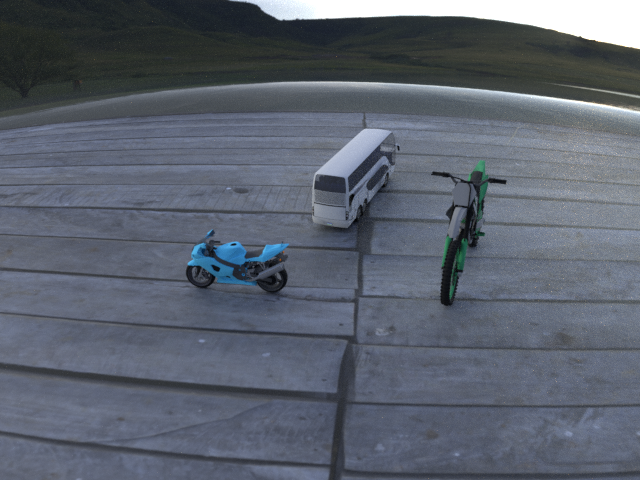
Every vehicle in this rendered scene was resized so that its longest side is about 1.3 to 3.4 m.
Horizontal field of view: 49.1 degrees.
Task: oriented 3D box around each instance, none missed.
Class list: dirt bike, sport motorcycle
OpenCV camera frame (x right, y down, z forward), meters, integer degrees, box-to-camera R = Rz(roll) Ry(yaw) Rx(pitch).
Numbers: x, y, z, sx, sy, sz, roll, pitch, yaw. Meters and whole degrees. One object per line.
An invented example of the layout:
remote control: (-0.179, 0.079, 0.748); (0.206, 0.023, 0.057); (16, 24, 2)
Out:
dirt bike: (2.160, -0.274, 10.266); (1.024, 1.666, 2.903); (9, 27, 18)
sport motorcycle: (-1.182, 0.341, 9.955); (1.520, 0.821, 0.506); (3, 25, 6)

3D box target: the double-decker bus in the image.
double-decker bus: (0.716, -1.240, 13.027); (0.756, 1.052, 3.251); (9, 27, 18)
